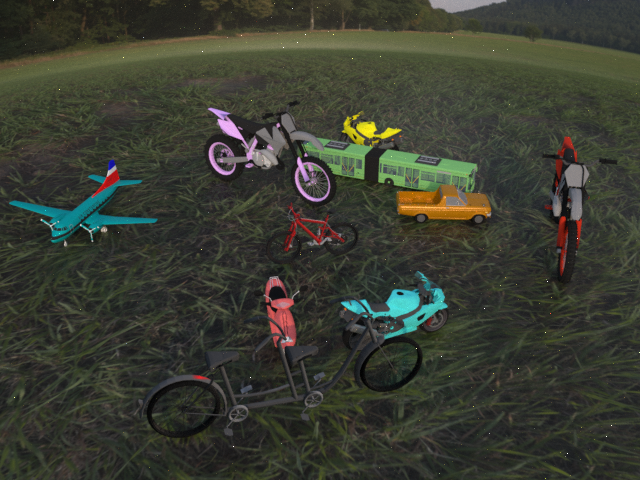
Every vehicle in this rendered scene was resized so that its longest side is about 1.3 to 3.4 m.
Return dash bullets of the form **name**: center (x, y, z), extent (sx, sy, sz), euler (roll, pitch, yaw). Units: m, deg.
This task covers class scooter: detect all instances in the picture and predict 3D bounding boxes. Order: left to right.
- **scooter**: center (-0.497, 0.897, 8.752), extent (0.662, 0.919, 1.399), euler (-5, 30, -9)

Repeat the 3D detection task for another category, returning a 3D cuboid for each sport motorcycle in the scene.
- **sport motorcycle**: center (1.005, -2.053, 14.064), extent (1.520, 0.821, 0.506), euler (24, 38, 36)
- **sport motorcycle**: center (0.961, 0.931, 8.790), extent (1.520, 0.821, 0.506), euler (-11, 31, -18)

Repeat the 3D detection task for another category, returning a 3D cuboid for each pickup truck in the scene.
- **pickup truck**: center (2.087, -0.635, 11.873), extent (1.603, 0.511, 0.640), euler (1, 30, 2)

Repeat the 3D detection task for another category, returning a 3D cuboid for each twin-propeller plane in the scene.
- **twin-propeller plane**: center (-3.833, -0.609, 11.541), extent (2.663, 0.792, 2.129), euler (7, 30, 13)

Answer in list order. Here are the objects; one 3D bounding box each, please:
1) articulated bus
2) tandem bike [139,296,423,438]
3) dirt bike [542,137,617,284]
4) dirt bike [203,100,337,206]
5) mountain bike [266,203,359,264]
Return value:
- **articulated bus**: center (1.230, -1.380, 13.137), extent (3.401, 0.561, 0.605), euler (13, 32, 21)
- **tandem bike**: center (-0.342, 1.363, 7.514), extent (3.192, 1.326, 0.550), euler (-9, 31, -15)
- **dirt bike**: center (3.784, -0.624, 10.680), extent (1.024, 1.666, 2.903), euler (7, 30, 12)
- **dirt bike**: center (-0.944, -1.601, 12.407), extent (2.903, 1.666, 1.024), euler (18, 34, 28)
- **mountain bike**: center (-0.108, -0.088, 10.544), extent (1.469, 0.868, 0.573), euler (-9, 31, -15)
